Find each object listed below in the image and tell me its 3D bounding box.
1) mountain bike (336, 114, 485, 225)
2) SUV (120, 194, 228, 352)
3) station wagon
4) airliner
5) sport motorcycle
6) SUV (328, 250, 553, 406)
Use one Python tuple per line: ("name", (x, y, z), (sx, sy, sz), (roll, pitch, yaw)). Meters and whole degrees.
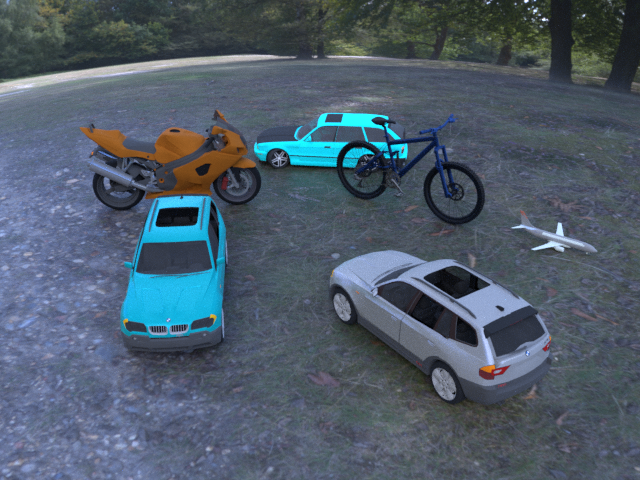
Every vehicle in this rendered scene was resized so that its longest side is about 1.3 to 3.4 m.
("mountain bike", (1.476, -1.270, 11.854), (2.857, 1.688, 1.114), (18, 33, 31))
("SUV", (-1.896, 0.322, 9.396), (1.276, 1.128, 3.058), (-3, 28, -5))
("station wagon", (0.215, -2.040, 14.168), (3.105, 0.920, 1.327), (3, 28, 6))
("airliner", (3.716, -0.110, 10.987), (1.307, 0.429, 1.161), (19, 33, 32))
("sport motorcycle", (-2.502, -1.305, 12.020), (2.955, 1.596, 0.983), (-3, 28, -5))
("SUV", (1.343, 0.803, 8.471), (1.276, 1.128, 3.058), (-18, 32, -30))
